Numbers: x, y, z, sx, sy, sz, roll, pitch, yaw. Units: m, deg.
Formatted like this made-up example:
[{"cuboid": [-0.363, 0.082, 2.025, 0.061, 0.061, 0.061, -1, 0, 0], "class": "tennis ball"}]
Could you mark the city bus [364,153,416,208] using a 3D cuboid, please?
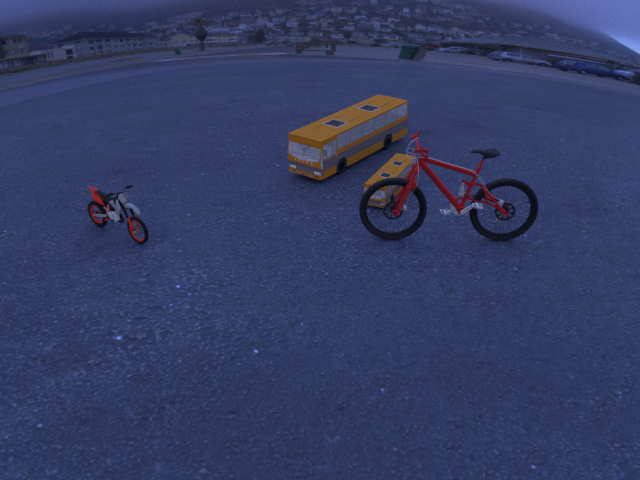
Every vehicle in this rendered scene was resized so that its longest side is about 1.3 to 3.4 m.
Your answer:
[{"cuboid": [1.320, -1.105, 13.030, 0.476, 0.460, 1.674, 13, 31, 23], "class": "city bus"}]

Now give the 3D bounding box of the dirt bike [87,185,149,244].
[{"cuboid": [-3.331, -0.471, 11.435, 1.493, 0.857, 0.527, 20, 34, 32], "class": "dirt bike"}]

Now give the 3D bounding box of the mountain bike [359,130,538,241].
[{"cuboid": [2.056, -0.753, 11.082, 2.857, 1.688, 1.114, 0, 28, 1], "class": "mountain bike"}]

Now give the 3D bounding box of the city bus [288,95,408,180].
[{"cuboid": [0.654, -2.150, 14.514, 0.926, 0.894, 3.255, 19, 34, 32], "class": "city bus"}]
